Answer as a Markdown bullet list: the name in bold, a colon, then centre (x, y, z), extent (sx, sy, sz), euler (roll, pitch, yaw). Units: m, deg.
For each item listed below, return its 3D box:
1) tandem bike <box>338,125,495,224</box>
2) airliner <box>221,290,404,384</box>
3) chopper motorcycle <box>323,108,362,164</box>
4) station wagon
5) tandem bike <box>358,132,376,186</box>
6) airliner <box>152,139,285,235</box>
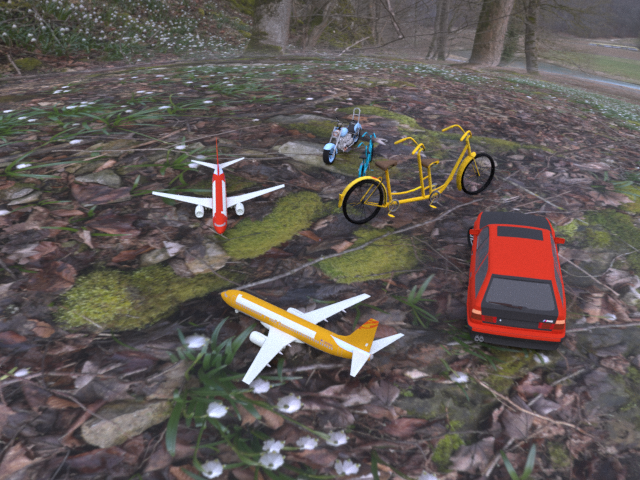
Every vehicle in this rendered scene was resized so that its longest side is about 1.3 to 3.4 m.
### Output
- **tandem bike**: centre (1.691, -1.112, 11.607), extent (3.192, 1.326, 0.550), euler (-15, 31, -25)
- **airliner**: centre (-0.316, 0.880, 8.417), extent (2.541, 0.835, 2.257), euler (21, 35, 34)
- **chopper motorcycle**: centre (0.451, -2.089, 14.021), extent (0.466, 0.761, 1.563), euler (13, 31, 23)
- **station wagon**: centre (2.642, 0.269, 9.464), extent (1.327, 0.920, 3.105), euler (6, 29, 11)
- **tandem bike**: centre (0.869, -1.559, 13.117), extent (0.283, 0.682, 1.642), euler (6, 29, 11)
- **airliner**: centre (-1.702, -0.908, 11.745), extent (2.257, 0.835, 2.541), euler (-4, 28, -7)
